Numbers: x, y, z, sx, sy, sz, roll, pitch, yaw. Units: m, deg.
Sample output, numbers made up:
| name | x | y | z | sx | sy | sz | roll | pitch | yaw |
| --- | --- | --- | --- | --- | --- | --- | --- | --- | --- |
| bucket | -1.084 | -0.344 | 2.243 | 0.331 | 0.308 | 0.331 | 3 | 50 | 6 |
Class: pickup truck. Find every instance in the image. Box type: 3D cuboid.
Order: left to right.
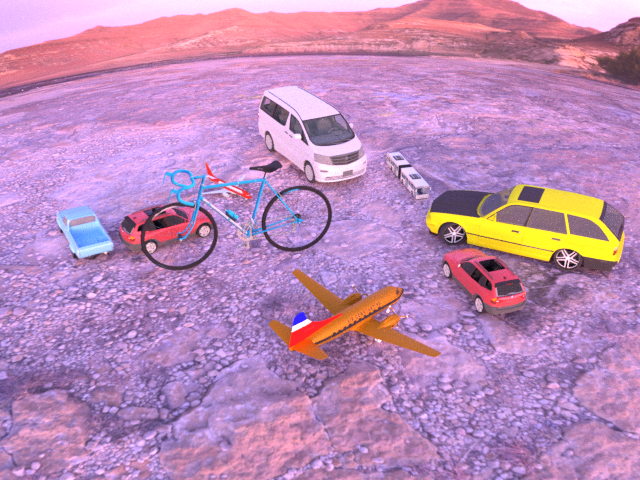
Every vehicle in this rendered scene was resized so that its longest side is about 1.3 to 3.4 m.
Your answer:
| name | x | y | z | sx | sy | sz | roll | pitch | yaw |
| --- | --- | --- | --- | --- | --- | --- | --- | --- | --- |
| pickup truck | -3.874 | -0.183 | 11.469 | 0.640 | 0.511 | 1.603 | -16 | 33 | -26 |

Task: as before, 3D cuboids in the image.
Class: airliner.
| name | x | y | z | sx | sy | sz | roll | pitch | yaw |
| --- | --- | --- | --- | --- | --- | --- | --- | --- | --- |
| airliner | -1.737 | -1.093 | 13.159 | 1.307 | 0.429 | 1.161 | 24 | 37 | 36 |

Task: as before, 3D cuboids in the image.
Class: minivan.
| name | x | y | z | sx | sy | sz | roll | pitch | yaw |
| --- | --- | --- | --- | --- | --- | --- | --- | --- | --- |
| minivan | -0.195 | -2.193 | 14.322 | 1.324 | 1.197 | 3.011 | -15 | 33 | -25 |

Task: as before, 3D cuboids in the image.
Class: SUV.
| name | x | y | z | sx | sy | sz | roll | pitch | yaw |
| --- | --- | --- | --- | --- | --- | --- | --- | --- | --- |
| SUV | -2.520 | -0.268 | 11.548 | 1.572 | 0.580 | 0.656 | -19 | 35 | -30 |
| SUV | 2.370 | 0.508 | 10.179 | 0.656 | 0.580 | 1.572 | -9 | 31 | -16 |

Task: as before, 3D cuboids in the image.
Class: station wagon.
| name | x | y | z | sx | sy | sz | roll | pitch | yaw |
| --- | --- | --- | --- | --- | --- | --- | --- | --- | --- |
| station wagon | 3.292 | -0.353 | 11.354 | 3.105 | 0.920 | 1.327 | 13 | 32 | 22 |

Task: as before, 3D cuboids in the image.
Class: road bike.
| name | x | y | z | sx | sy | sz | roll | pitch | yaw |
| --- | --- | --- | --- | --- | --- | --- | --- | --- | --- |
| road bike | -1.237 | -0.401 | 10.692 | 3.004 | 1.656 | 0.697 | -9 | 31 | -16 |

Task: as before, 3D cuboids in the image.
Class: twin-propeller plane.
| name | x | y | z | sx | sy | sz | roll | pitch | yaw |
| --- | --- | --- | --- | --- | --- | --- | --- | --- | --- |
| twin-propeller plane | 0.398 | 0.937 | 9.206 | 2.129 | 0.792 | 2.663 | -25 | 38 | -36 |

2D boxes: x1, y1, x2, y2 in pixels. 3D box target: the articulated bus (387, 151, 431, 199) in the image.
| name | x | y | z | sx | sy | sz | roll | pitch | yaw |
| --- | --- | --- | --- | --- | --- | --- | --- | --- | --- |
| articulated bus | 1.694 | -1.280 | 13.632 | 0.311 | 0.289 | 1.749 | -7 | 30 | -12 |
